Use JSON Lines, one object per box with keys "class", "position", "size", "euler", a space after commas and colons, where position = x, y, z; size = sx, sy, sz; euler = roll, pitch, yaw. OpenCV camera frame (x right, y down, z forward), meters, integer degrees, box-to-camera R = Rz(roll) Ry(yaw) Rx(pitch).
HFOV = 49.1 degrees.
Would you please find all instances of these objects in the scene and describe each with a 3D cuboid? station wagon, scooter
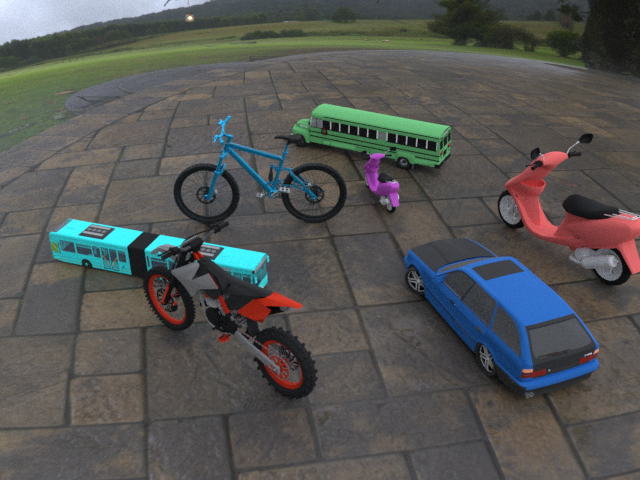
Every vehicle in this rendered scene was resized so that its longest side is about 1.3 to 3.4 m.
{"class": "station wagon", "position": [2.241, 0.727, 9.193], "size": [1.327, 0.920, 3.105], "euler": [-11, 32, -18]}
{"class": "scooter", "position": [1.075, -1.117, 12.305], "size": [0.662, 0.919, 1.399], "euler": [-9, 32, -16]}
{"class": "scooter", "position": [3.724, -0.550, 10.498], "size": [1.288, 1.786, 2.721], "euler": [-17, 35, -27]}

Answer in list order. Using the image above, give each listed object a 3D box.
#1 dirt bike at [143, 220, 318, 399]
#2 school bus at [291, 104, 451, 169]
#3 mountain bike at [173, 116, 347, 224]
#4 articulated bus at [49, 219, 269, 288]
{"class": "dirt bike", "position": [-1.200, 0.774, 8.383], "size": [2.903, 1.666, 1.024], "euler": [22, 37, 33]}
{"class": "school bus", "position": [0.946, -2.111, 14.054], "size": [3.322, 0.844, 0.709], "euler": [15, 34, 24]}
{"class": "mountain bike", "position": [-0.983, -1.026, 11.398], "size": [2.857, 1.688, 1.114], "euler": [0, 31, -1]}
{"class": "articulated bus", "position": [-2.398, 0.256, 10.339], "size": [3.401, 0.561, 0.605], "euler": [9, 32, 16]}
